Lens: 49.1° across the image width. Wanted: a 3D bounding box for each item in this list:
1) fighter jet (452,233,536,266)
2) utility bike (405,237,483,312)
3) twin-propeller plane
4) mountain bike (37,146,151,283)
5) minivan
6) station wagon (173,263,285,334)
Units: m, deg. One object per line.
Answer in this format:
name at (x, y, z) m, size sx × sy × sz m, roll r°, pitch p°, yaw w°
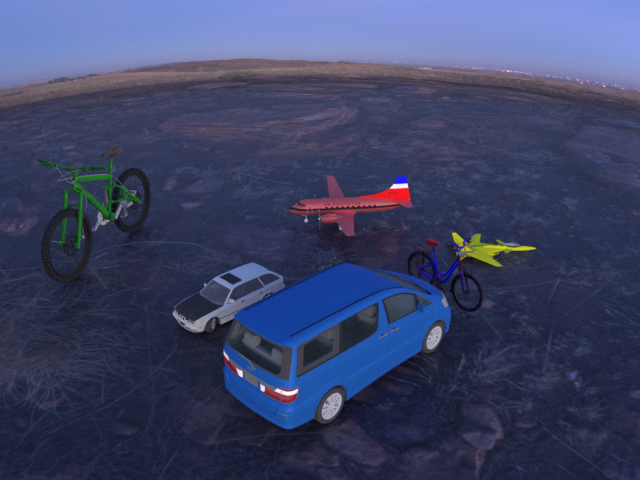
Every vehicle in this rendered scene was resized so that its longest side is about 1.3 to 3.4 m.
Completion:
fighter jet at (2.775, 0.081, 11.081) m, size 1.358 × 0.286 × 1.147 m, roll -2°, pitch 26°, yaw -4°
utility bike at (1.754, 0.363, 9.745) m, size 0.535 × 0.946 × 1.435 m, roll -19°, pitch 32°, yaw -34°
twin-propeller plane at (0.518, -0.699, 12.108) m, size 2.129 × 0.792 × 2.663 m, roll -3°, pitch 26°, yaw -5°
mountain bike at (-3.405, -0.558, 10.793) m, size 1.114 × 1.688 × 2.857 m, roll 8°, pitch 27°, yaw 15°
minivan at (0.325, 0.987, 8.174) m, size 1.324 × 1.197 × 3.011 m, roll 23°, pitch 34°, yaw 39°
station wagon at (-1.230, 0.737, 9.515) m, size 1.597 × 0.473 × 0.682 m, roll -23°, pitch 34°, yaw -39°
